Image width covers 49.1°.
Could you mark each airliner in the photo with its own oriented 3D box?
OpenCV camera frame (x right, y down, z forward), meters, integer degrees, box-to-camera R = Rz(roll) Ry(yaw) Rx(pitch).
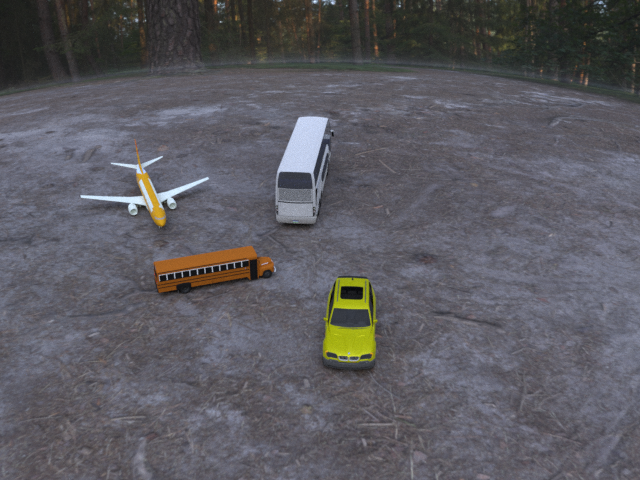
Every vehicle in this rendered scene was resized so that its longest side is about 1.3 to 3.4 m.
[{"bbox_3d":[-2.994,-0.987,12.183,2.257,0.835,2.541,-10,29,-19],"label":"airliner"}]

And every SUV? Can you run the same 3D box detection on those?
[{"bbox_3d":[0.381,0.986,8.684,0.656,0.580,1.572,2,28,4],"label":"SUV"}]

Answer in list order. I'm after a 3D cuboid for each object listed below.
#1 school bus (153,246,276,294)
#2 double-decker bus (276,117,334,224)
[{"bbox_3d":[-1.479,0.408,9.947,1.708,0.434,0.365,-10,29,-18],"label":"school bus"},{"bbox_3d":[-0.245,-1.358,12.658,0.756,1.052,3.251,3,28,5],"label":"double-decker bus"}]
